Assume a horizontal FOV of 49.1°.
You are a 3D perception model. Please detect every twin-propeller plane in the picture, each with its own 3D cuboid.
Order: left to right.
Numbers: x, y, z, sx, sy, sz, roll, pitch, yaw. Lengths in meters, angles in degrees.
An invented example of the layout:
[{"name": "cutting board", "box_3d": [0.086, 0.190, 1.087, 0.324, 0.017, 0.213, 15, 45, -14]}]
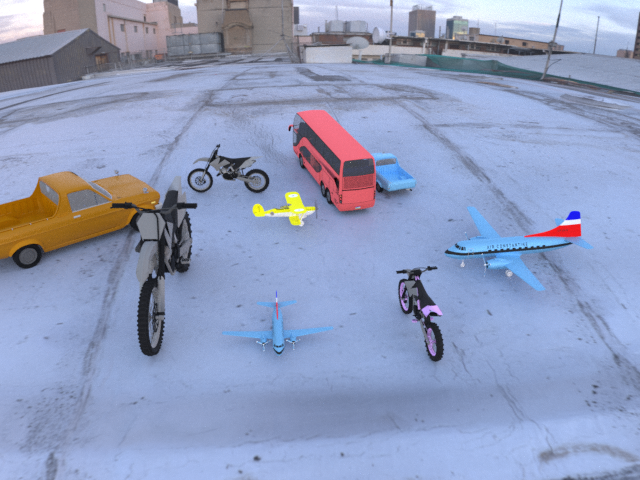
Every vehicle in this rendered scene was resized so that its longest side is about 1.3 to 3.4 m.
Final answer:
[{"name": "twin-propeller plane", "box_3d": [-0.525, 1.043, 8.697, 1.370, 0.407, 1.095, -2, 27, -4]}, {"name": "twin-propeller plane", "box_3d": [2.862, -0.008, 10.307, 2.129, 0.792, 2.663, -4, 28, -8]}]

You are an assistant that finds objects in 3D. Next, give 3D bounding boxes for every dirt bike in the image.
[{"name": "dirt bike", "box_3d": [-1.993, 0.142, 9.066, 1.024, 1.666, 2.903, 0, 27, 0]}, {"name": "dirt bike", "box_3d": [-1.664, -1.245, 12.623, 1.493, 0.857, 0.527, 0, 27, 0]}, {"name": "dirt bike", "box_3d": [1.231, 0.805, 8.667, 0.527, 0.857, 1.493, -6, 28, -11]}]

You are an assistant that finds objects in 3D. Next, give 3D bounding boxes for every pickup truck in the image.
[{"name": "pickup truck", "box_3d": [-4.076, -0.452, 10.945, 3.117, 0.993, 1.244, -21, 34, -35]}, {"name": "pickup truck", "box_3d": [1.214, -1.322, 13.148, 0.640, 0.511, 1.603, -9, 29, -17]}]

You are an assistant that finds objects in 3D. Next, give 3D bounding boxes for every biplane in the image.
[{"name": "biplane", "box_3d": [-0.562, -0.479, 11.527, 1.090, 0.504, 1.336, -4, 28, -7]}]

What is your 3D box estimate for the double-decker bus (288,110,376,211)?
[{"name": "double-decker bus", "box_3d": [0.179, -1.574, 13.046, 0.756, 1.052, 3.251, -8, 28, -15]}]
